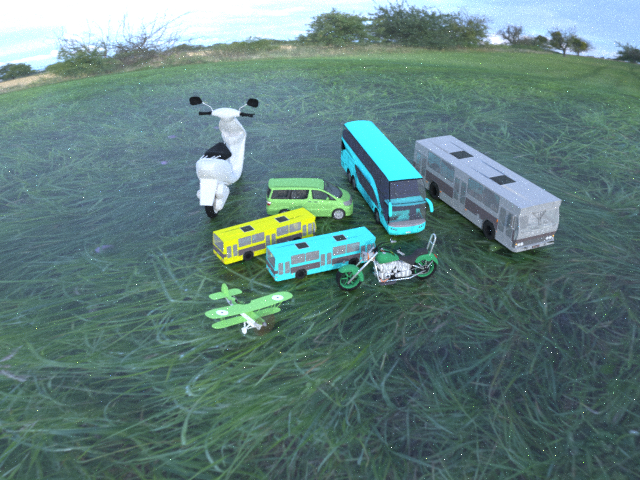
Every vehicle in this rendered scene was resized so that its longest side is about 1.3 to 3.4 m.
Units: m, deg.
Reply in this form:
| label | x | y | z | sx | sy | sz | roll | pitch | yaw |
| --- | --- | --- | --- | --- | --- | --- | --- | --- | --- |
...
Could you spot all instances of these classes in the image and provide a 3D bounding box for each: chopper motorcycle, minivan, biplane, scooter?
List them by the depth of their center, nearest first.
| label | x | y | z | sx | sy | sz | roll | pitch | yaw |
| --- | --- | --- | --- | --- | --- | --- | --- | --- | --- |
| biplane | -1.027 | 0.921 | 9.489 | 1.336 | 0.504 | 1.090 | -21 | 35 | -34 |
| chopper motorcycle | 1.000 | 0.326 | 10.308 | 1.563 | 0.761 | 0.466 | -7 | 29 | -12 |
| minivan | -0.182 | -0.753 | 12.429 | 1.548 | 0.616 | 0.681 | -1 | 29 | -1 |
| scooter | -1.780 | -1.647 | 12.843 | 1.288 | 1.786 | 2.721 | 3 | 29 | 6 |

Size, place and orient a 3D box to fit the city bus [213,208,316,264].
| label | x | y | z | sx | sy | sz | roll | pitch | yaw |
| --- | --- | --- | --- | --- | --- | --- | --- | --- | --- |
| city bus | -0.879 | -0.058 | 11.324 | 1.674 | 0.460 | 0.476 | -17 | 33 | -27 |

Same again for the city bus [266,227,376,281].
| label | x | y | z | sx | sy | sz | roll | pitch | yaw |
| --- | --- | --- | --- | --- | --- | --- | --- | --- | --- |
| city bus | 0.025 | 0.225 | 10.805 | 1.674 | 0.460 | 0.476 | -11 | 31 | -20 |

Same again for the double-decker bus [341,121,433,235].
| label | x | y | z | sx | sy | sz | roll | pitch | yaw |
| --- | --- | --- | --- | --- | --- | --- | --- | --- | --- |
| double-decker bus | 1.105 | -1.173 | 12.743 | 0.756 | 1.052 | 3.251 | -7 | 29 | -12 |

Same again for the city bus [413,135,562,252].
| label | x | y | z | sx | sy | sz | roll | pitch | yaw |
| --- | --- | --- | --- | --- | --- | --- | --- | --- | --- |
| city bus | 2.803 | -0.872 | 12.357 | 0.926 | 0.894 | 3.255 | -12 | 31 | -20 |
